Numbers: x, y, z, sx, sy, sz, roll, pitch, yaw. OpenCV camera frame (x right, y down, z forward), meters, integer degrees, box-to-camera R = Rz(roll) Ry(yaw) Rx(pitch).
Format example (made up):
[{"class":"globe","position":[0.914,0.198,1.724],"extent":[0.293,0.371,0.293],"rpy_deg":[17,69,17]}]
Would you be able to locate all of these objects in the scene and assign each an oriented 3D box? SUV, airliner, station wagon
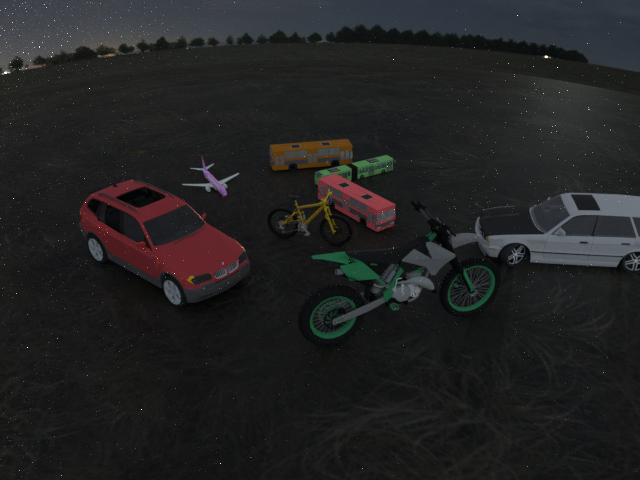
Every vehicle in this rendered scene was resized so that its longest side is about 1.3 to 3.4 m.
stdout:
[{"class":"SUV","position":[-2.437,-0.070,10.647],"extent":[3.058,1.128,1.276],"rpy_deg":[22,36,35]},{"class":"airliner","position":[-2.053,-1.214,13.482],"extent":[1.161,0.429,1.307],"rpy_deg":[-14,32,-24]},{"class":"station wagon","position":[4.055,-0.200,11.104],"extent":[3.105,0.920,1.327],"rpy_deg":[3,29,5]}]

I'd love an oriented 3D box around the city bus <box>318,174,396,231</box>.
[{"class":"city bus","position":[0.624,-0.661,12.434],"extent":[0.476,0.460,1.674],"rpy_deg":[-20,34,-32]}]

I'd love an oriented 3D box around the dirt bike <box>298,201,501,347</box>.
[{"class":"dirt bike","position":[1.099,0.474,9.082],"extent":[2.903,1.666,1.024],"rpy_deg":[-9,30,-17]}]

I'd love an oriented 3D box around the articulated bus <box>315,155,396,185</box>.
[{"class":"articulated bus","position":[0.704,-1.371,13.918],"extent":[1.749,0.289,0.311],"rpy_deg":[-16,32,-27]}]

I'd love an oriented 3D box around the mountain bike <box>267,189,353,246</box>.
[{"class":"mountain bike","position":[-0.176,-0.356,11.445],"extent":[1.469,0.868,0.573],"rpy_deg":[8,30,15]}]

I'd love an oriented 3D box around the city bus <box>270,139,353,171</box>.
[{"class":"city bus","position":[-0.182,-1.737,14.413],"extent":[1.674,0.460,0.476],"rpy_deg":[-6,29,-11]}]
